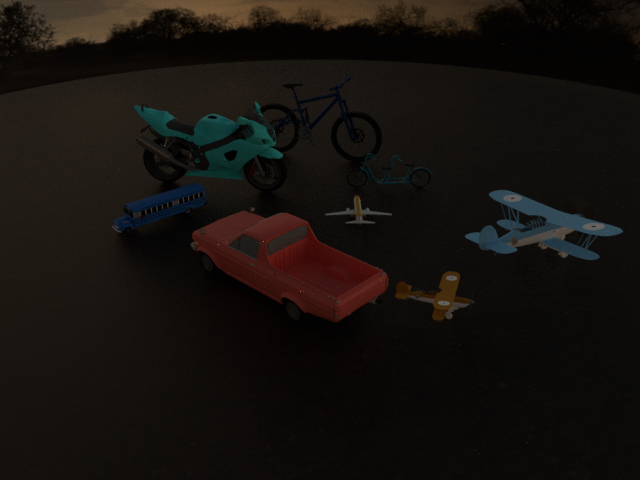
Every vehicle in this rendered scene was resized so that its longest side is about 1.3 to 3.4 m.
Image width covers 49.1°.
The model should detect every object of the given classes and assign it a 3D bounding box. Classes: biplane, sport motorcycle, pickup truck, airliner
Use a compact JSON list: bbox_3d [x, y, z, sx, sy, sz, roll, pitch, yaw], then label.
[{"bbox_3d":[3.298,-0.138,10.919,2.120,0.981,2.598,-14,32,-23],"label":"biplane"},{"bbox_3d":[-2.053,-1.756,13.238,2.955,1.596,0.983,6,29,11],"label":"sport motorcycle"},{"bbox_3d":[1.594,0.786,9.725,1.090,0.504,1.336,8,30,15],"label":"biplane"},{"bbox_3d":[-0.529,0.251,10.196,3.117,0.993,1.244,24,37,37],"label":"pickup truck"},{"bbox_3d":[0.675,-0.600,12.339,1.161,0.429,1.307,0,29,0],"label":"airliner"}]

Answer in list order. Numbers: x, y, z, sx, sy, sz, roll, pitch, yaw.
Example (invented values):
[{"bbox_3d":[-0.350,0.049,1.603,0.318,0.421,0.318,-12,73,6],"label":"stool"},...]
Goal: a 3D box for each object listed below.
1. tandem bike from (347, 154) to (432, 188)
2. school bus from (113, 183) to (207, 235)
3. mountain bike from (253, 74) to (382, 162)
[{"bbox_3d":[1.337,-1.310,13.375,1.642,0.682,0.283,0,29,0],"label":"tandem bike"},{"bbox_3d":[-2.810,-0.556,12.255,1.708,0.434,0.365,-22,36,-35],"label":"school bus"},{"bbox_3d":[-0.097,-2.516,14.533,2.857,1.688,1.114,9,30,16],"label":"mountain bike"}]
